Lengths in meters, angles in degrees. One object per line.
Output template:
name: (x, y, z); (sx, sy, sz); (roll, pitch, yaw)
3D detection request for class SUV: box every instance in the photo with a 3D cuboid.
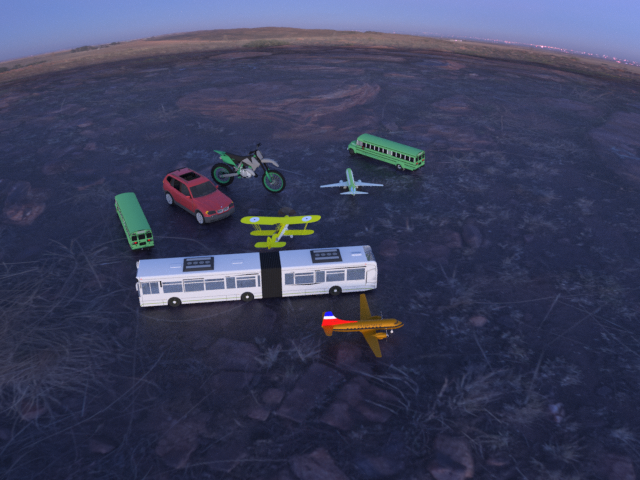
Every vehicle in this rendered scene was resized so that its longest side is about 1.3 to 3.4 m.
SUV: (-2.149, -0.806, 12.252); (0.656, 0.580, 1.572); (-25, 38, -36)

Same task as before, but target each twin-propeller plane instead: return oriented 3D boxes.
twin-propeller plane: (0.566, 1.080, 9.197); (1.095, 0.407, 1.370); (-3, 30, -5)

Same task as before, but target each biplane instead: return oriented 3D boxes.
biplane: (-0.680, -0.133, 11.175); (1.336, 0.504, 1.090); (7, 31, 12)

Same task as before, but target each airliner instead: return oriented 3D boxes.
airliner: (0.580, -1.153, 12.995); (1.161, 0.429, 1.307); (-1, 30, -2)

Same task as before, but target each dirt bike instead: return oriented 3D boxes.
dirt bike: (-1.331, -1.313, 12.845); (1.493, 0.857, 0.527); (9, 32, 15)

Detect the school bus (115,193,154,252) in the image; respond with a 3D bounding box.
school bus: (-3.113, -0.353, 11.622); (0.365, 0.434, 1.708); (-12, 33, -20)

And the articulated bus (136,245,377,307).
articulated bus: (-0.898, 0.508, 10.023); (3.401, 0.561, 0.605); (-4, 31, -6)

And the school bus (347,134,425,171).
school bus: (1.295, -1.778, 14.060); (1.708, 0.434, 0.365); (23, 37, 34)
